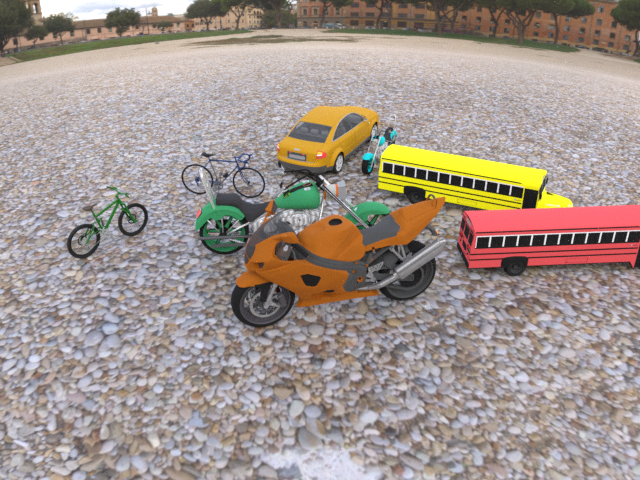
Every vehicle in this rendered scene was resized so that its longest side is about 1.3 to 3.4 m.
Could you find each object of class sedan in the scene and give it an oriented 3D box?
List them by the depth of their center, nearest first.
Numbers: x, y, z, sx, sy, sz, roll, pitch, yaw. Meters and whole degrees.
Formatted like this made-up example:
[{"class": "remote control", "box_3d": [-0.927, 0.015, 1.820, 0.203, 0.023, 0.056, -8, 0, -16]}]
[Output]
[{"class": "sedan", "box_3d": [0.240, -2.223, 14.194, 1.235, 0.940, 3.137, 14, 33, 22]}]

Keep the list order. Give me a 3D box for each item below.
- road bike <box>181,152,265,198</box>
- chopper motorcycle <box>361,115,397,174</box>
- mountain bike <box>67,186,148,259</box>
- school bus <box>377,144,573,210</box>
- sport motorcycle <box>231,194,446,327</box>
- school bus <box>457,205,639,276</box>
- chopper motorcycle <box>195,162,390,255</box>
[{"class": "road bike", "box_3d": [-1.734, -1.163, 12.450, 1.545, 0.852, 0.358, 5, 30, 8]}, {"class": "chopper motorcycle", "box_3d": [1.175, -1.888, 13.794, 0.466, 0.761, 1.563, 14, 33, 22]}, {"class": "mountain bike", "box_3d": [-3.308, -0.288, 10.921, 0.573, 0.868, 1.469, 23, 37, 34]}, {"class": "school bus", "box_3d": [2.665, -0.938, 12.069, 3.322, 0.844, 0.709, 13, 33, 21]}, {"class": "sport motorcycle", "box_3d": [0.257, 0.272, 9.226, 2.955, 1.596, 0.983, -10, 31, -16]}, {"class": "school bus", "box_3d": [3.782, -0.025, 10.491, 3.322, 0.844, 0.709, -2, 30, -4]}, {"class": "chopper motorcycle", "box_3d": [-0.373, -0.461, 10.609, 3.040, 1.480, 0.906, -3, 30, -5]}]
